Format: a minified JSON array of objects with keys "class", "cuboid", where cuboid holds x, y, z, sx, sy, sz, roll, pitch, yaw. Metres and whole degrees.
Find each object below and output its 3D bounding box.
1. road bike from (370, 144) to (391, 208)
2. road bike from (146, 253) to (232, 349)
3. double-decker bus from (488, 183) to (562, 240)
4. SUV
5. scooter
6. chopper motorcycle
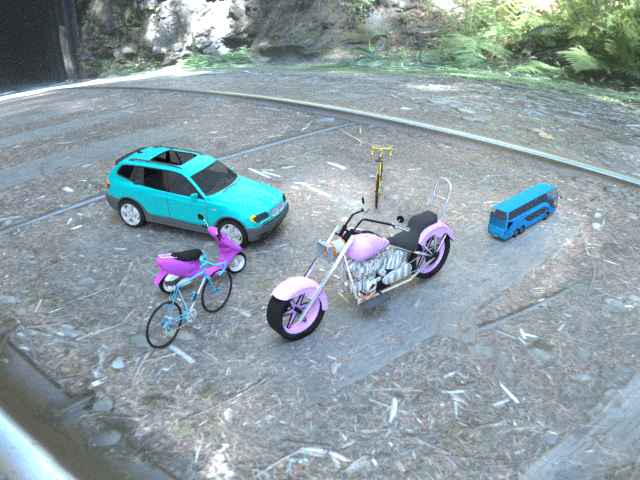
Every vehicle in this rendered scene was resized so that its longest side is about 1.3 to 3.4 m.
[{"class":"road bike","cuboid":[1.053,-1.168,12.421,0.358,0.852,1.545,4,27,7]},{"class":"road bike","cuboid":[-1.604,0.729,8.707,0.358,0.852,1.545,17,32,30]},{"class":"double-decker bus","cuboid":[3.358,-0.494,11.443,1.672,0.541,0.389,-24,35,-38]},{"class":"SUV","cuboid":[-2.020,-0.784,11.366,3.058,1.128,1.276,11,29,21]},{"class":"scooter","cuboid":[-1.646,0.198,9.672,1.399,0.919,0.662,-17,32,-30]},{"class":"chopper motorcycle","cuboid":[0.613,0.200,9.053,3.040,1.480,0.906,-20,33,-33]}]
